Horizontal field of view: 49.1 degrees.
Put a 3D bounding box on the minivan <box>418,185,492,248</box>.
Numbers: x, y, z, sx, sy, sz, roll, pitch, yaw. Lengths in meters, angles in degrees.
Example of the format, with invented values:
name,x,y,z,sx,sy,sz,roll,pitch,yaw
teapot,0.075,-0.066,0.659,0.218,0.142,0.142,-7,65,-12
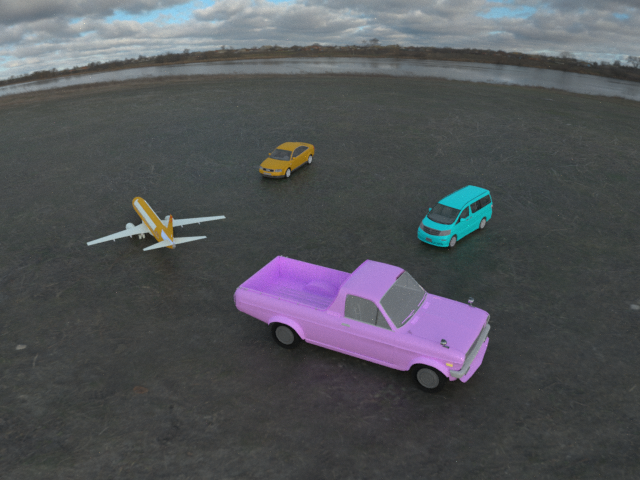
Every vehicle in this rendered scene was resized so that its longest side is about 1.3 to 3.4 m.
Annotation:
name,x,y,z,sx,sy,sz,roll,pitch,yaw
minivan,2.256,-0.400,11.633,0.681,0.616,1.548,21,33,37

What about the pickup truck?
name,x,y,z,sx,sy,sz,roll,pitch,yaw
pickup truck,0.495,0.837,8.650,3.117,0.993,1.244,13,29,25

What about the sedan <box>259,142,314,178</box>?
name,x,y,z,sx,sy,sz,roll,pitch,yaw
sedan,-0.677,-1.709,14.483,0.635,0.483,1.613,13,29,24

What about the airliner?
name,x,y,z,sx,sy,sz,roll,pitch,yaw
airliner,-2.738,-0.441,11.465,2.257,0.835,2.541,-13,29,-25
